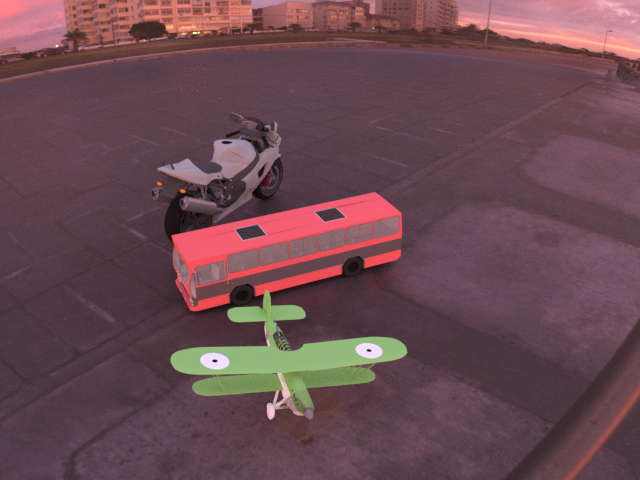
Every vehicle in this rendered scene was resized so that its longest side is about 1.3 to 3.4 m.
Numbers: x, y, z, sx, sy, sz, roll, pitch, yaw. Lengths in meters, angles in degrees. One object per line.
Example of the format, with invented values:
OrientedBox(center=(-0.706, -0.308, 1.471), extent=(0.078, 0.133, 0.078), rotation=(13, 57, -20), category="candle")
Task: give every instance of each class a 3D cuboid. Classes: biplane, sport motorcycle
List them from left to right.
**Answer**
OrientedBox(center=(-1.521, -1.023, 11.450), extent=(0.983, 1.596, 2.955), rotation=(18, 34, 28), category="sport motorcycle")
OrientedBox(center=(-0.366, 1.321, 7.939), extent=(2.598, 0.981, 2.120), rotation=(-9, 31, -15), category="biplane")

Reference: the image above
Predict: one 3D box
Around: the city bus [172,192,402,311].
OrientedBox(center=(-0.420, 0.154, 10.085), extent=(3.255, 0.894, 0.926), rotation=(-13, 32, -22), category="city bus")
